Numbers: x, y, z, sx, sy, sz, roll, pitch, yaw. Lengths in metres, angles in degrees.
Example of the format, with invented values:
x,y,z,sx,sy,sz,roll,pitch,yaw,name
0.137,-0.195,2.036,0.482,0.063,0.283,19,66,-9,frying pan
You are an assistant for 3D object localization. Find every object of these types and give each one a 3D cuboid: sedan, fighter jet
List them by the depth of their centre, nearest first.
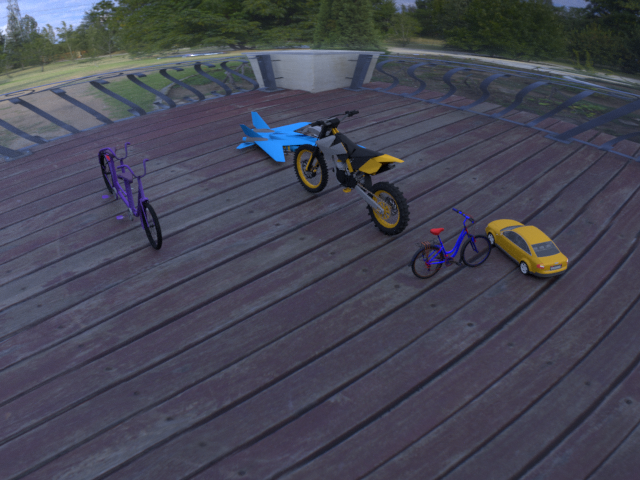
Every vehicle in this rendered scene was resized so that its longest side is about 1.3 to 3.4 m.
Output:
x,y,z,sx,sy,sz,roll,pitch,yaw,name
3.173,0.038,10.853,0.635,0.483,1.613,-10,32,-17,sedan
-0.328,-2.185,14.624,2.640,0.557,2.229,7,31,11,fighter jet

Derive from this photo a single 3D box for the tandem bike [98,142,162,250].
x,y,z,sx,sy,sz,roll,pitch,yaw,name
-3.260,-0.967,11.750,0.550,1.326,3.192,-17,34,-27,tandem bike

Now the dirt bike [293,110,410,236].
x,y,z,sx,sy,sz,roll,pitch,yaw,name
0.451,-1.222,11.850,1.024,1.666,2.903,-22,37,-33,dirt bike

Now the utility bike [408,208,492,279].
x,y,z,sx,sy,sz,roll,pitch,yaw,name
1.926,0.048,10.373,1.435,0.946,0.535,-12,32,-19,utility bike
